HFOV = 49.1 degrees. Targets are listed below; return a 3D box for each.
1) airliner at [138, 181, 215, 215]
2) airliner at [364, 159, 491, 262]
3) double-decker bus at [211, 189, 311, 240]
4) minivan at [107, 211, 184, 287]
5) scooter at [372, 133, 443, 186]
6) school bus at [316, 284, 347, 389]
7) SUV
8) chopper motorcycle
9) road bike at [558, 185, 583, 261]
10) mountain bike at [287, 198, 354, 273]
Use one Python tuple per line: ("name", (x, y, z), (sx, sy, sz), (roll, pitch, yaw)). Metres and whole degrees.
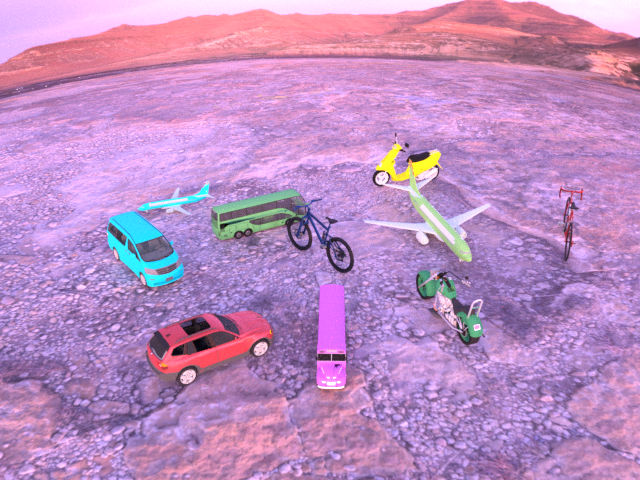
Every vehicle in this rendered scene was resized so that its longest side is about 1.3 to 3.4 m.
("airliner", (-2.536, -0.750, 12.258), (1.307, 0.429, 1.161), (-10, 30, -18))
("airliner", (1.887, -0.485, 11.353), (2.257, 0.835, 2.541), (-8, 30, -14))
("double-decker bus", (-0.970, -0.436, 11.569), (1.672, 0.541, 0.389), (-15, 32, -25))
("minivan", (-2.629, 0.123, 10.471), (0.681, 0.616, 1.548), (-21, 35, -33))
("scooter", (1.654, -1.488, 13.096), (1.399, 0.919, 0.662), (-8, 30, -13))
("school bus", (0.146, 1.180, 8.730), (0.365, 0.434, 1.708), (1, 29, 1))
("SUV", (-1.326, 1.208, 8.528), (1.572, 0.580, 0.656), (-17, 33, -29))
("chopper motorcycle", (1.679, 0.736, 9.202), (0.466, 0.761, 1.563), (-10, 30, -17))
("road bike", (3.914, -0.303, 11.004), (0.358, 0.852, 1.545), (8, 30, 14))
("mountain bike", (-0.011, -0.075, 10.570), (0.573, 0.868, 1.469), (-24, 37, -36))
